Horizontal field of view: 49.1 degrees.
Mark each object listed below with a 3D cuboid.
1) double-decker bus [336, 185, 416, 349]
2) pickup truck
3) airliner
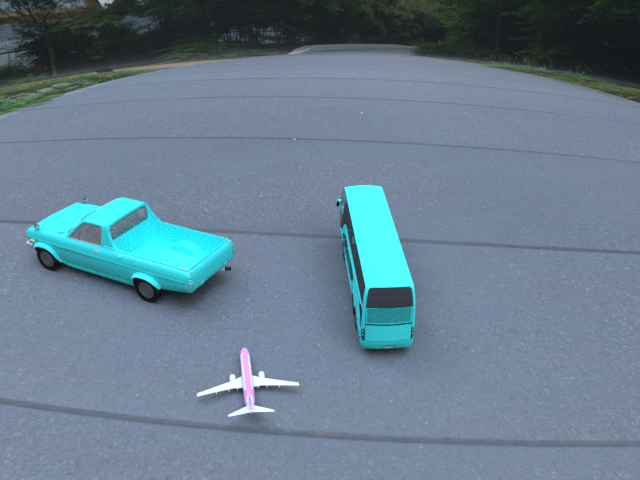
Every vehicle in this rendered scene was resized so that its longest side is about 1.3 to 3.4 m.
[{"bbox_3d":[0.732,0.223,9.811,0.756,1.052,3.251,-2,29,-3],"label":"double-decker bus"},{"bbox_3d":[-2.821,0.012,10.251,3.117,0.993,1.244,14,32,23],"label":"pickup truck"},{"bbox_3d":[-0.839,1.549,8.061,1.161,0.429,1.307,-4,29,-8],"label":"airliner"}]
